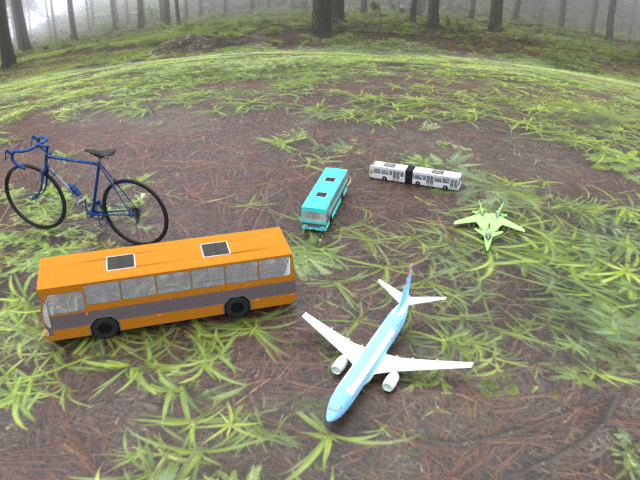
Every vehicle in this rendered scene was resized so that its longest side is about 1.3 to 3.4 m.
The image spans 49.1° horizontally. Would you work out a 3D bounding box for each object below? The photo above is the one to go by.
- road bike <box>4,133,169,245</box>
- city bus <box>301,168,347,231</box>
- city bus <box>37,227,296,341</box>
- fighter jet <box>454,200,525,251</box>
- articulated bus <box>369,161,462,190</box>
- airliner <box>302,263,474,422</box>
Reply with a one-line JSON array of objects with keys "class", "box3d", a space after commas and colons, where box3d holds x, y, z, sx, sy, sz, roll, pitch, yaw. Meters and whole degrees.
[{"class": "road bike", "box3d": [-3.761, -0.774, 11.036, 3.004, 1.656, 0.697, 9, 31, 16]}, {"class": "city bus", "box3d": [0.099, -0.710, 12.138, 0.476, 0.460, 1.674, 7, 30, 12]}, {"class": "city bus", "box3d": [-1.998, 0.591, 9.391, 3.255, 0.894, 0.926, -8, 30, -14]}, {"class": "fighter jet", "box3d": [2.772, -0.232, 11.469, 1.147, 0.286, 1.358, 7, 30, 12]}, {"class": "articulated bus", "box3d": [1.800, -1.219, 13.215, 1.749, 0.289, 0.311, 10, 31, 18]}, {"class": "airliner", "box3d": [0.662, 1.188, 8.393, 2.257, 0.835, 2.541, 14, 32, 23]}]
